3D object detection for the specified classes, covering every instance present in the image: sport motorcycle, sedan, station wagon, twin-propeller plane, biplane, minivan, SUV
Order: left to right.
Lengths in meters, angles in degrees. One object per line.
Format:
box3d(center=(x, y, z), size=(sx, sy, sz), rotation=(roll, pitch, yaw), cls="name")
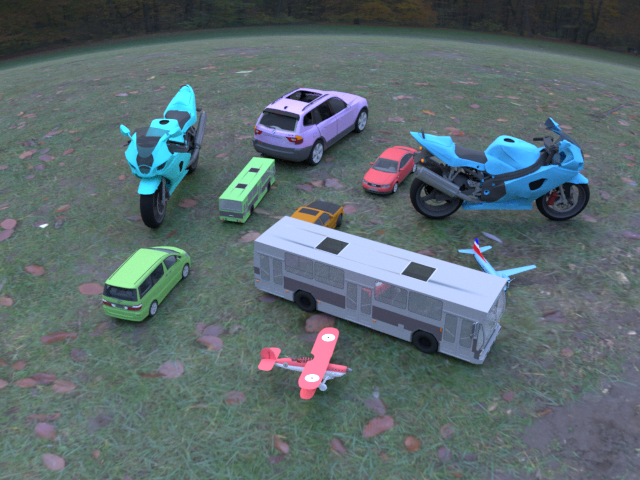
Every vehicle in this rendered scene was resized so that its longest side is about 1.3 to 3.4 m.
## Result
box3d(center=(-2.350, 0.480, 9.621), size=(0.681, 0.616, 1.548), rotation=(9, 32, 15), cls="minivan")
box3d(center=(-2.561, -1.475, 11.900), size=(0.983, 1.596, 2.955), rotation=(3, 31, 5), cls="sport motorcycle")
box3d(center=(-0.158, 1.441, 8.144), size=(1.090, 0.504, 1.336), rotation=(6, 32, 10), cls="biplane")
box3d(center=(-0.155, -0.258, 10.975), size=(0.682, 0.473, 1.597), rotation=(13, 34, 21), cls="station wagon")
box3d(center=(-0.120, -2.470, 13.992), size=(1.276, 1.128, 3.058), rotation=(17, 35, 25), cls="SUV")
box3d(center=(1.291, -1.330, 12.734), size=(0.635, 0.483, 1.613), rotation=(15, 34, 23), cls="sedan")
box3d(center=(2.408, 0.385, 9.979), size=(1.370, 0.407, 1.095), rotation=(-7, 32, -12), cls="twin-propeller plane")
box3d(center=(2.878, -1.043, 11.188), size=(2.955, 1.596, 0.983), rotation=(1, 31, 2), cls="sport motorcycle")

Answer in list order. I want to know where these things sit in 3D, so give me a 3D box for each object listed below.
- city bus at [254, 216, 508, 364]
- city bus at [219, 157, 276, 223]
box3d(center=(0.702, 0.617, 9.127), size=(3.255, 0.894, 0.926), rotation=(16, 35, 25), cls="city bus")
box3d(center=(-1.216, -0.858, 11.979), size=(0.476, 0.460, 1.674), rotation=(8, 32, 13), cls="city bus")
